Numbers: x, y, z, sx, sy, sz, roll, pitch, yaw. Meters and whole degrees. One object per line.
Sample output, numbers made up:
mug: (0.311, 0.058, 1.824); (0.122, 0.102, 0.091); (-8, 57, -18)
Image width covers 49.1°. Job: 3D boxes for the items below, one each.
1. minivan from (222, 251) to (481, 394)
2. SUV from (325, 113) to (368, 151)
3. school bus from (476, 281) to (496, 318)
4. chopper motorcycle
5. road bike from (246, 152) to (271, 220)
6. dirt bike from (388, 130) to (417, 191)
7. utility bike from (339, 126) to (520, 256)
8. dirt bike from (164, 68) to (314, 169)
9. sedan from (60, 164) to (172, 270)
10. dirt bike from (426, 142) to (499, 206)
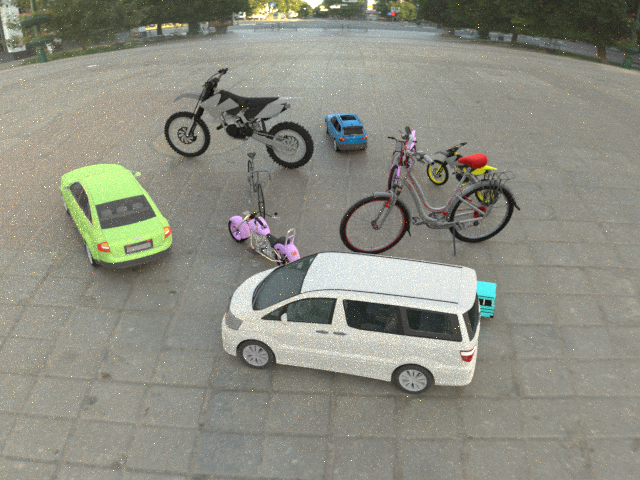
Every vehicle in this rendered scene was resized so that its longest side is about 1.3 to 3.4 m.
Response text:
minivan: (0.333, 0.841, 8.162); (3.011, 1.197, 1.324); (7, 32, 11)
SUV: (0.517, -2.243, 13.936); (0.656, 0.580, 1.572); (-5, 31, -9)
school bus: (1.420, 0.694, 9.154); (1.708, 0.434, 0.365); (7, 32, 12)
chopper motorcycle: (-0.844, -0.092, 10.153); (0.466, 0.761, 1.563); (-24, 39, -35)
road bike: (-1.058, -0.949, 11.501); (0.358, 0.852, 1.545); (-7, 32, -12)
dirt bike: (1.470, -1.448, 12.333); (0.527, 0.857, 1.493); (12, 33, 19)
utility bike: (1.661, -0.594, 9.941); (2.791, 1.839, 1.039); (-7, 31, -11)
dirt bike: (-1.527, -2.164, 12.744); (2.903, 1.666, 1.024); (7, 32, 12)
sedan: (-3.222, -0.574, 10.786); (1.235, 0.940, 3.137); (-16, 34, -24)
dirt bike: (2.401, -1.145, 11.824); (0.527, 0.857, 1.493); (-26, 39, -36)
